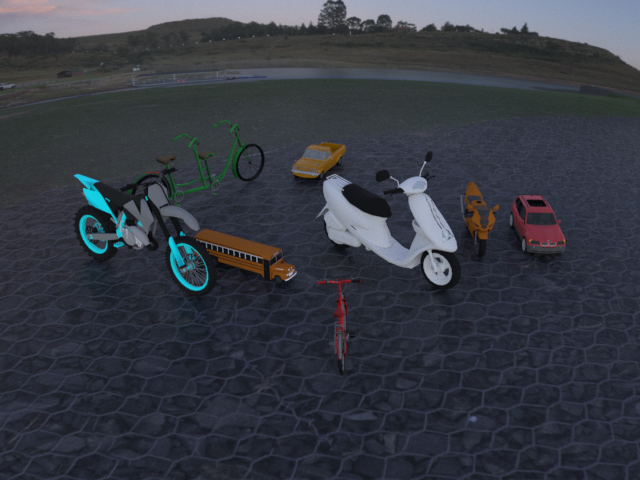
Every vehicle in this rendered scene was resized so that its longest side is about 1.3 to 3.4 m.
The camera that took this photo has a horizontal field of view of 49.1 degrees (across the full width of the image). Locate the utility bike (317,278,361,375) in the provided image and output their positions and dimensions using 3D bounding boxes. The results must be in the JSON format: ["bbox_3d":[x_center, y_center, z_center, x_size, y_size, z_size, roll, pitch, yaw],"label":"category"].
[{"bbox_3d":[0.220,0.978,8.595,0.535,0.946,1.435,2,26,3],"label":"utility bike"}]

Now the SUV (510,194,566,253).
[{"bbox_3d":[3.596,-0.287,11.611,0.656,0.580,1.572,1,26,2],"label":"SUV"}]

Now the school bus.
[{"bbox_3d":[-1.145,0.239,10.696,1.708,0.434,0.365,14,29,27],"label":"school bus"}]

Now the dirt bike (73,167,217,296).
[{"bbox_3d":[-2.638,-0.207,10.205,2.903,1.666,1.024,16,30,30],"label":"dirt bike"}]

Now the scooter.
[{"bbox_3d":[0.995,-0.413,10.492,2.721,1.786,1.288,23,34,38],"label":"scooter"}]

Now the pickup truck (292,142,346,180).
[{"bbox_3d":[-0.004,-1.725,14.646,0.640,0.511,1.603,11,28,21],"label":"pickup truck"}]

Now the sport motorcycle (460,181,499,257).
[{"bbox_3d":[2.568,-0.355,11.476,0.506,0.821,1.520,1,26,2],"label":"sport motorcycle"}]

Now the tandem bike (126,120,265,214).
[{"bbox_3d":[-2.234,-1.401,13.049,0.550,1.326,3.192,23,34,38],"label":"tandem bike"}]
